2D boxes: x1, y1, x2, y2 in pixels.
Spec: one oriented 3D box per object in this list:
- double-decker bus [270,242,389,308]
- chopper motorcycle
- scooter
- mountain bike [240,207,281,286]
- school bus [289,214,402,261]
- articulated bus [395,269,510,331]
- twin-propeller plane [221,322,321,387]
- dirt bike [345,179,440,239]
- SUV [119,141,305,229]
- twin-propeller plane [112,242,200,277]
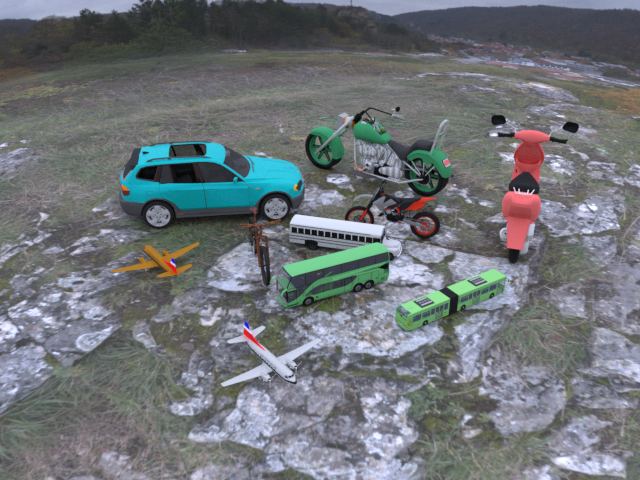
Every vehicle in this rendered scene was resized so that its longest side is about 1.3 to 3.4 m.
[{"bbox_3d":[0.163,0.483,9.527,1.672,0.541,0.389,-13,32,-23],"label":"double-decker bus"},{"bbox_3d":[0.987,-1.722,12.541,3.040,1.480,0.906,21,35,32],"label":"chopper motorcycle"},{"bbox_3d":[3.155,-0.910,10.756,1.288,1.786,2.721,9,30,16],"label":"scooter"},{"bbox_3d":[-0.885,0.009,10.046,0.573,0.868,1.469,-7,30,-13],"label":"mountain bike"},{"bbox_3d":[0.389,-0.049,10.597,1.708,0.434,0.365,8,30,14],"label":"school bus"},{"bbox_3d":[1.760,0.777,9.255,1.749,0.289,0.311,-17,33,-28],"label":"articulated bus"},{"bbox_3d":[-0.597,1.335,8.125,1.370,0.407,1.095,-20,35,-32],"label":"twin-propeller plane"},{"bbox_3d":[1.127,-0.442,10.871,1.493,0.857,0.527,5,29,8],"label":"dirt bike"},{"bbox_3d":[-1.782,-1.008,11.614,3.058,1.128,1.276,-4,29,-7],"label":"SUV"},{"bbox_3d":[-2.305,0.253,10.079,1.370,0.407,1.095,-20,35,-32],"label":"twin-propeller plane"}]
